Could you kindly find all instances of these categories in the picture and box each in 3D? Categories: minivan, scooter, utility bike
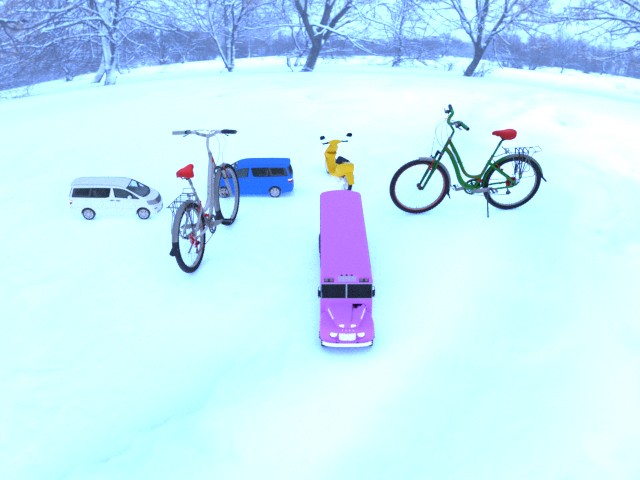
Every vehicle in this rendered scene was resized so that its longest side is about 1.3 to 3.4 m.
[{"bbox_3d":[-1.263,-1.176,12.990,1.548,0.616,0.681,0,26,-1],"label":"minivan"},{"bbox_3d":[-3.523,-0.747,12.127,1.548,0.616,0.681,-1,26,-1],"label":"minivan"},{"bbox_3d":[0.359,-1.527,13.356,0.662,0.919,1.399,-9,28,-17],"label":"scooter"},{"bbox_3d":[-1.836,-0.736,10.728,1.039,1.839,2.791,6,27,11],"label":"utility bike"},{"bbox_3d":[2.578,-1.260,11.784,2.791,1.839,1.039,-3,27,-6],"label":"utility bike"}]

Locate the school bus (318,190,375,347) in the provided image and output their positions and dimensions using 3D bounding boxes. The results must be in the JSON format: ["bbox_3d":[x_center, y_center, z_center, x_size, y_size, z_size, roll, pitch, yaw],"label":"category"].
[{"bbox_3d":[0.326,0.306,9.747,0.709,0.844,3.322,0,26,0],"label":"school bus"}]
